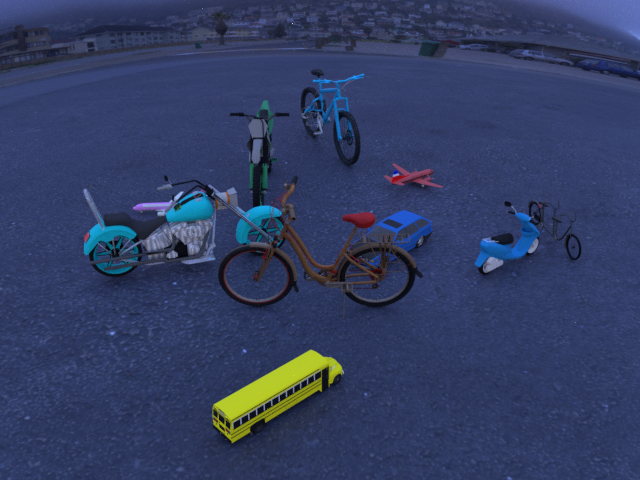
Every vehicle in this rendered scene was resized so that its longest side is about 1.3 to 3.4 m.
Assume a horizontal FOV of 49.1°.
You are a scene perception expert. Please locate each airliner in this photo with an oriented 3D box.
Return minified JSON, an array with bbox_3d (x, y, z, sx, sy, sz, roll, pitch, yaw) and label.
[{"bbox_3d":[-2.639,-0.682,12.279,1.307,0.429,1.161,-2,29,-3],"label":"airliner"}]

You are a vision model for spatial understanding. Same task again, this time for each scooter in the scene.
[{"bbox_3d":[2.891,-0.027,10.595,1.399,0.919,0.662,-19,34,-31],"label":"scooter"}]

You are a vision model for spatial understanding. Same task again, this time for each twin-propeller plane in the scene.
[{"bbox_3d":[1.771,-1.238,13.305,1.095,0.407,1.370,-19,34,-31],"label":"twin-propeller plane"}]

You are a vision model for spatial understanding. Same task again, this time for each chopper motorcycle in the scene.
[{"bbox_3d":[-1.975,-0.269,10.452,3.040,1.480,0.906,-10,31,-17],"label":"chopper motorcycle"}]

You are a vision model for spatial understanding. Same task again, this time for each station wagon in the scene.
[{"bbox_3d":[1.115,-0.044,11.085,0.682,0.473,1.597,24,37,37],"label":"station wagon"}]

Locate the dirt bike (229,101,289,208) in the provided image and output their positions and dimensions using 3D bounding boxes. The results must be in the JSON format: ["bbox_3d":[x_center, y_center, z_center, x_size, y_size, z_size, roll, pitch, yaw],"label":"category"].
[{"bbox_3d":[-1.037,-1.620,12.695,1.024,1.666,2.903,0,29,0],"label":"dirt bike"}]

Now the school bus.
[{"bbox_3d":[-0.425,1.709,7.965,1.708,0.434,0.365,-24,37,-36],"label":"school bus"}]

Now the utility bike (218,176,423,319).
[{"bbox_3d":[0.009,0.200,9.238,2.791,1.839,1.039,0,29,0],"label":"utility bike"}]

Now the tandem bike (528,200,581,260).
[{"bbox_3d":[3.795,-0.299,11.330,0.283,0.682,1.642,-7,30,-12],"label":"tandem bike"}]

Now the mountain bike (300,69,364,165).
[{"bbox_3d":[0.170,-2.700,14.620,1.114,1.688,2.857,-12,31,-21],"label":"mountain bike"}]
